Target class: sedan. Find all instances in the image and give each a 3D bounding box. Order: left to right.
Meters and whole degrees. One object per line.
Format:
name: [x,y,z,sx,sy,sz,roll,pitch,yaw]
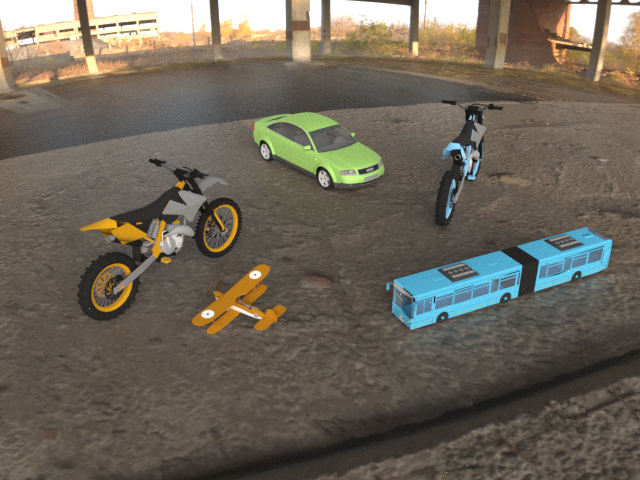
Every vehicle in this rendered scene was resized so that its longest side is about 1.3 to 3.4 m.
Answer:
sedan: [-0.077,-1.834,13.395,1.235,0.940,3.137,-21,34,-34]

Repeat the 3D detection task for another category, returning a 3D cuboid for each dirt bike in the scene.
dirt bike: [-2.077,-0.129,9.397,1.024,1.666,2.903,19,33,32]
dirt bike: [2.428,-1.434,11.863,1.024,1.666,2.903,12,30,21]

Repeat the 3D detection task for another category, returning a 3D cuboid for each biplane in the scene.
biplane: [-0.969,0.849,8.793,1.090,0.504,1.336,19,33,32]

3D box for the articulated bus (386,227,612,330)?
articulated bus: [2.501,0.469,9.451,3.401,0.561,0.605,-13,31,-23]
